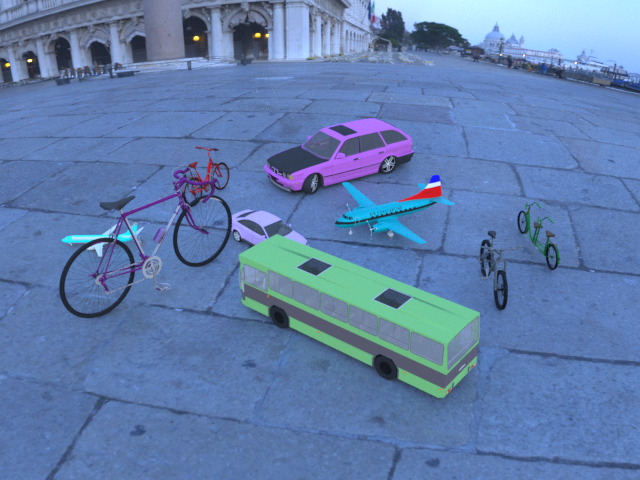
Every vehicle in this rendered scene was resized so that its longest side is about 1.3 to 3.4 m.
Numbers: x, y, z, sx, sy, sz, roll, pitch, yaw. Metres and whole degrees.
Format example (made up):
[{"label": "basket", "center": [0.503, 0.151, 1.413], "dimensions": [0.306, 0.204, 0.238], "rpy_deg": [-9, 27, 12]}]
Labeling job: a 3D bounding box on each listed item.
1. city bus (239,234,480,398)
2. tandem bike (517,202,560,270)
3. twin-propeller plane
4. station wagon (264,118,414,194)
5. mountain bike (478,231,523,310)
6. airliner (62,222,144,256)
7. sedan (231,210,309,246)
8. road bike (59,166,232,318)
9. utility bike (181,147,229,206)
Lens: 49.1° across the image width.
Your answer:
[{"label": "city bus", "center": [0.394, 0.915, 9.021], "dimensions": [3.255, 0.894, 0.926], "rpy_deg": [21, 34, 34]}, {"label": "tandem bike", "center": [3.499, -0.133, 11.220], "dimensions": [0.283, 0.682, 1.642], "rpy_deg": [-3, 28, -6]}, {"label": "twin-propeller plane", "center": [1.203, -0.596, 11.976], "dimensions": [2.129, 0.792, 2.663], "rpy_deg": [-13, 31, -23]}, {"label": "station wagon", "center": [0.392, -1.762, 14.033], "dimensions": [3.105, 0.920, 1.327], "rpy_deg": [-17, 33, -29]}, {"label": "mountain bike", "center": [2.515, 0.349, 10.116], "dimensions": [0.573, 0.868, 1.469], "rpy_deg": [0, 28, -1]}, {"label": "airliner", "center": [-3.583, -0.100, 11.427], "dimensions": [1.307, 0.429, 1.161], "rpy_deg": [0, 28, 0]}, {"label": "sedan", "center": [-0.849, -0.134, 11.434], "dimensions": [0.635, 0.483, 1.613], "rpy_deg": [-25, 37, -38]}, {"label": "road bike", "center": [-2.388, -0.027, 9.983], "dimensions": [0.696, 1.656, 3.004], "rpy_deg": [22, 35, 35]}, {"label": "utility bike", "center": [-2.178, -1.233, 13.011], "dimensions": [0.535, 0.946, 1.435], "rpy_deg": [15, 31, 26]}]
